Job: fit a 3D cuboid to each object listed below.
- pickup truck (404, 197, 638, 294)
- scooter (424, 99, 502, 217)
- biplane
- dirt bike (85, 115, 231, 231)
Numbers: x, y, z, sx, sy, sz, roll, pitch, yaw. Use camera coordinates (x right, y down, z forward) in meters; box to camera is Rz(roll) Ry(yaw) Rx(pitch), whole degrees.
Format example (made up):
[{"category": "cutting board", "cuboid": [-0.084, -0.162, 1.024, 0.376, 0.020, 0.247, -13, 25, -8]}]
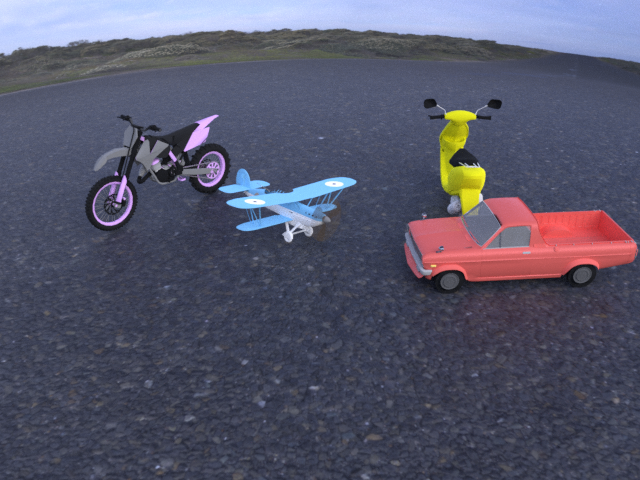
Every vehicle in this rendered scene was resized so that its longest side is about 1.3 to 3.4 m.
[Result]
[{"category": "pickup truck", "cuboid": [2.797, -0.015, 9.941, 3.117, 0.993, 1.244, -3, 28, -5]}, {"category": "scooter", "cuboid": [2.342, -1.382, 11.663, 1.288, 1.786, 2.721, 1, 28, 2]}, {"category": "biplane", "cuboid": [-0.595, -0.600, 11.051, 2.120, 0.981, 2.598, 24, 36, 37]}, {"category": "dirt bike", "cuboid": [-2.609, -1.245, 11.532, 1.024, 1.666, 2.903, 23, 36, 36]}]
